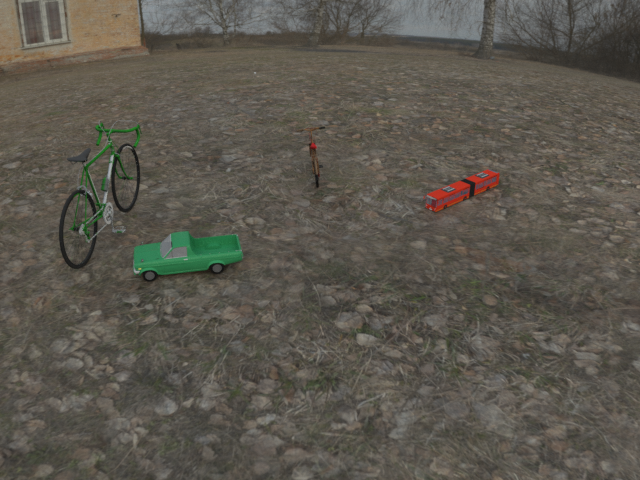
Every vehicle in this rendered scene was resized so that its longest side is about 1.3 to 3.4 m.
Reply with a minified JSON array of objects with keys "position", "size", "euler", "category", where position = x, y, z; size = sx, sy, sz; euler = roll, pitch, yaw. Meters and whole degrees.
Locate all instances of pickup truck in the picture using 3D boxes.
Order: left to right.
[{"position":[-1.942,0.178,10.266],"size":[1.603,0.511,0.640],"euler":[-6,30,-11],"category":"pickup truck"}]

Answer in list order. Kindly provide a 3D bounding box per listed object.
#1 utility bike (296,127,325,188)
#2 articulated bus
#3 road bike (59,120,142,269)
[{"position":[-0.155,-1.585,12.999],"size":[0.535,0.946,1.435],"euler":[-2,29,-4],"category":"utility bike"},{"position":[2.541,-0.891,12.424],"size":[1.749,0.289,0.311],"euler":[-22,36,-34],"category":"articulated bus"},{"position":[-3.385,-0.816,10.878],"size":[0.696,1.656,3.004],"euler":[4,29,7],"category":"road bike"}]
